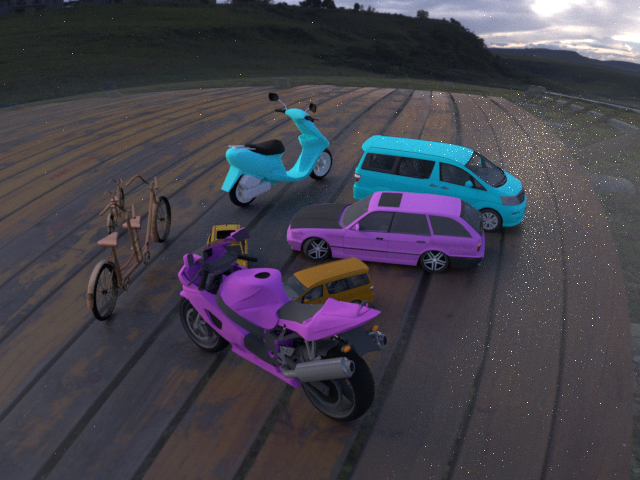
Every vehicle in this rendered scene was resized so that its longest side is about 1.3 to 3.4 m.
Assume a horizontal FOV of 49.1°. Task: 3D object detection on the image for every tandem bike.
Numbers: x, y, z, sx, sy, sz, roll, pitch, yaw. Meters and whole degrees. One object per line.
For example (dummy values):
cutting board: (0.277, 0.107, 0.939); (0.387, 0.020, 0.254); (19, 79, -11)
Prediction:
tandem bike: (-2.727, -0.049, 10.199); (0.550, 1.326, 3.192); (3, 26, 6)
tandem bike: (-3.532, -0.606, 12.080); (0.283, 0.682, 1.642); (-3, 26, -6)

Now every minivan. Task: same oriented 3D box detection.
minivan: (-0.047, 0.716, 9.436); (1.548, 0.616, 0.681); (-13, 29, -25)
minivan: (2.137, -1.054, 12.413); (3.011, 1.197, 1.324); (10, 28, 20)

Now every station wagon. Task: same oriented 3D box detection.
station wagon: (1.024, -0.230, 11.035); (3.105, 0.920, 1.327); (5, 26, 11)

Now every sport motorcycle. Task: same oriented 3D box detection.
sport motorcycle: (-0.581, 0.934, 7.866); (2.955, 1.596, 0.983); (19, 32, 34)

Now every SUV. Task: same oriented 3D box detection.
SUV: (-1.392, 0.244, 10.447); (0.656, 0.580, 1.572); (-2, 26, -5)

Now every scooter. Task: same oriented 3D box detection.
scooter: (-0.733, -1.720, 13.111); (2.721, 1.786, 1.288); (-24, 34, -39)
